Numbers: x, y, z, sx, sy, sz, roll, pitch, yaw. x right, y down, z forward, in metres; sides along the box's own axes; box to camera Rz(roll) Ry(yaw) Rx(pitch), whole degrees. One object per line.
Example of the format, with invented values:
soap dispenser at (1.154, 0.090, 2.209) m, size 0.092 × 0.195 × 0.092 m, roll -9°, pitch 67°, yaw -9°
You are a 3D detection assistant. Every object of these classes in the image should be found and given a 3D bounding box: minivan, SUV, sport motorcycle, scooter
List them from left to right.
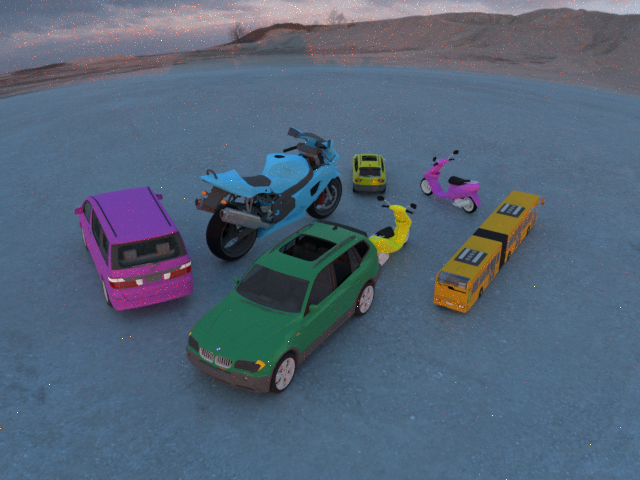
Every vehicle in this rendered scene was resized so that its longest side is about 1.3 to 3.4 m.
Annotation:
minivan at (-2.808, -0.105, 10.309) m, size 1.324 × 1.197 × 3.011 m, roll -12°, pitch 30°, yaw -23°
sport motorcycle at (-0.669, -0.755, 11.133) m, size 0.983 × 1.596 × 2.955 m, roll 24°, pitch 35°, yaw 38°
SUV at (-0.358, 0.702, 8.823) m, size 1.276 × 1.128 × 3.058 m, roll 16°, pitch 32°, yaw 29°
SUV at (0.936, -1.377, 13.445) m, size 0.656 × 0.580 × 1.572 m, roll 1°, pitch 27°, yaw 2°
scooter at (1.081, -0.136, 10.674) m, size 0.662 × 0.919 × 1.399 m, roll 15°, pitch 31°, yaw 27°
scooter at (2.322, -1.062, 12.465) m, size 0.662 × 0.919 × 1.399 m, roll -20°, pitch 33°, yaw -33°

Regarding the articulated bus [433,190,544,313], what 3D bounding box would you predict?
articulated bus at (2.627, 0.075, 10.655) m, size 0.605 × 0.561 × 3.401 m, roll 16°, pitch 31°, yaw 27°
